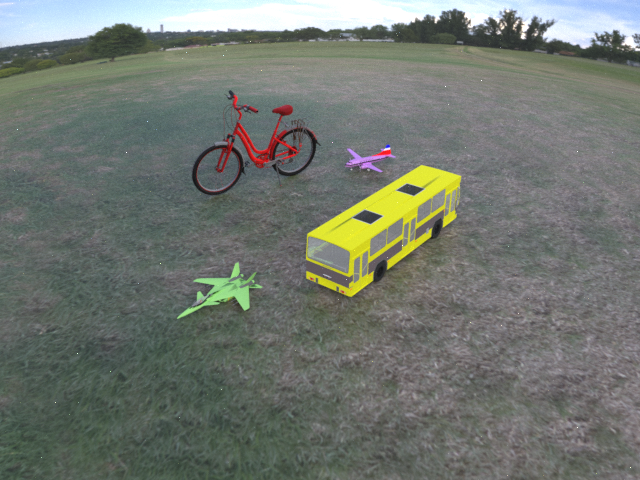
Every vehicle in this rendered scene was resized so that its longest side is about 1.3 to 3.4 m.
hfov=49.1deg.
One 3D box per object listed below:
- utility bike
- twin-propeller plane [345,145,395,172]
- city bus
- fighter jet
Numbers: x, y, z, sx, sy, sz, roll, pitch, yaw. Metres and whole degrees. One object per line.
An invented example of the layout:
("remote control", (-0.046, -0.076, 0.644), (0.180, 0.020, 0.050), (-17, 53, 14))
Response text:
("utility bike", (-1.102, -1.836, 13.127), (2.791, 1.839, 1.039), (-18, 34, -29))
("twin-propeller plane", (0.990, -1.683, 14.320), (1.095, 0.407, 1.370), (-14, 32, -23))
("city bus", (1.102, -0.199, 11.164), (0.926, 0.894, 3.255), (21, 35, 32))
("fighter jet", (-1.519, 0.762, 10.067), (1.147, 0.286, 1.358), (24, 37, 36))
